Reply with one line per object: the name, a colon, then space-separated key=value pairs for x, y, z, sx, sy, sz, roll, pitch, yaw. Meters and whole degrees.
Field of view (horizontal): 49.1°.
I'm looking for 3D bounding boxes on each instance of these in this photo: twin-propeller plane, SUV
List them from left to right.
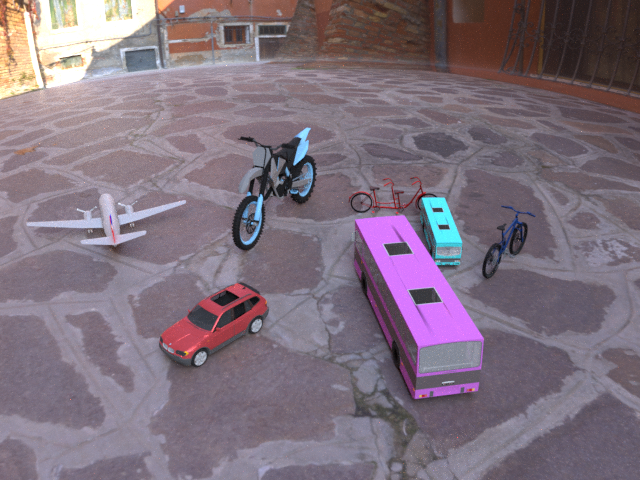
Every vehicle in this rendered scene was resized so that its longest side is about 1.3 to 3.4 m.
twin-propeller plane: x=-3.571 y=-0.440 z=11.863 sx=2.663 sy=0.792 sz=2.129 roll=-10 pitch=30 yaw=-17
SUV: x=-1.392 y=1.077 z=9.299 sx=0.656 sy=0.580 sz=1.572 roll=24 pitch=37 yaw=37

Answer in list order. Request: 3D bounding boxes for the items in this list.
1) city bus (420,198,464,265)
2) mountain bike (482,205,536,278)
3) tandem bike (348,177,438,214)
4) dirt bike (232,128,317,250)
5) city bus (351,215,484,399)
city bus: x=1.997 y=-0.153 z=11.684 sx=0.476 sy=0.460 sz=1.674 roll=0 pitch=29 yaw=-1
mountain bike: x=2.930 y=0.013 z=10.952 sx=0.573 sy=0.868 sz=1.469 roll=21 pitch=35 yaw=34
tandem bike: x=1.338 y=-0.794 z=12.629 sx=1.642 sy=0.682 sz=0.283 roll=1 pitch=29 yaw=1
dirt bike: x=-0.722 y=-1.029 z=12.032 sx=1.024 sy=1.666 sz=2.903 roll=13 pitch=31 yaw=22
city bus: x=1.200 y=0.795 z=9.489 sx=0.926 sy=0.894 sz=3.255 roll=-5 pitch=29 yaw=-9
